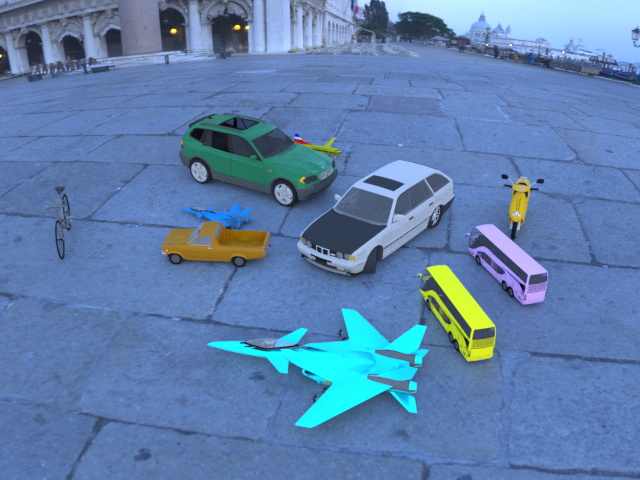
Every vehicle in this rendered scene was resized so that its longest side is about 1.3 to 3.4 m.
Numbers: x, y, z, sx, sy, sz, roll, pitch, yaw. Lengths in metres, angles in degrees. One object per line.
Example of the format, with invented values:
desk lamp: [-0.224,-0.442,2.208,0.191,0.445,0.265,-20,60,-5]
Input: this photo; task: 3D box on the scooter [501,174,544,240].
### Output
scooter: [3.254,-0.670,11.402,0.662,0.919,1.399,9,30,16]

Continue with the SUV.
SUV: [-1.164,-1.560,12.826,3.058,1.128,1.276,16,32,27]

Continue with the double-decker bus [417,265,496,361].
double-decker bus: [1.718,0.874,8.944,0.389,0.541,1.672,-7,29,-12]

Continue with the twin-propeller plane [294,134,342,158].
twin-propeller plane: [-0.053,-1.903,14.219,1.095,0.407,1.370,12,31,21]

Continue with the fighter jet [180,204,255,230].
fighter jet: [-1.805,-0.467,11.691,1.358,0.286,1.147,14,32,25]

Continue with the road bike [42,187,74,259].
road bike: [-4.003,-0.339,10.859,0.358,0.852,1.545,-6,29,-11]

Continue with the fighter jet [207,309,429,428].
fighter jet: [-0.097,1.275,8.186,2.640,0.557,2.229,7,29,13]

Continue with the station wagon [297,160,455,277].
station wagon: [0.943,-0.469,11.028,1.327,0.920,3.105,20,34,32]

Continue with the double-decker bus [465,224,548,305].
double-decker bus: [2.639,0.300,10.006,0.389,0.541,1.672,-8,30,-15]

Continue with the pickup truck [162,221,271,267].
pickup truck: [-1.562,0.027,10.542,1.603,0.511,0.640,2,28,4]
